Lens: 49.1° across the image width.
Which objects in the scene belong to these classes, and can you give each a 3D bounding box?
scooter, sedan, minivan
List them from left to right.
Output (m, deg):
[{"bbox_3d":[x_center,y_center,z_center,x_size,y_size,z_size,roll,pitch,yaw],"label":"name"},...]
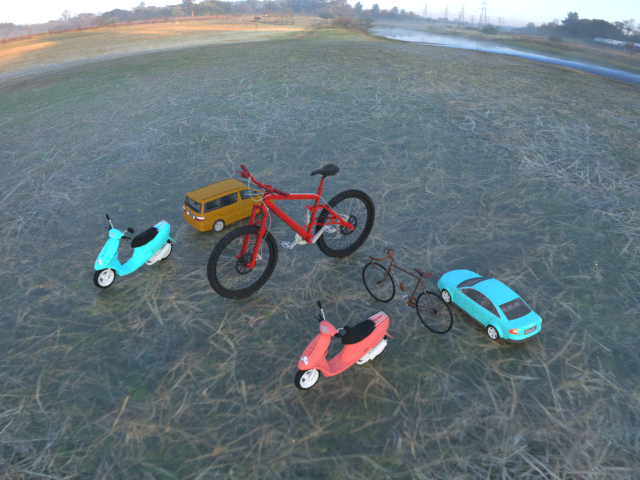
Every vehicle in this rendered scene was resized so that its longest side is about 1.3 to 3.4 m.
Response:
[{"bbox_3d":[-2.678,0.073,10.041,0.662,0.919,1.399,25,39,35],"label":"scooter"},{"bbox_3d":[-1.477,-0.648,11.554,1.548,0.616,0.681,-24,38,-34],"label":"minivan"},{"bbox_3d":[0.289,1.178,8.178,1.399,0.919,0.662,-19,36,-29],"label":"scooter"},{"bbox_3d":[2.210,0.785,9.267,0.635,0.483,1.613,-17,35,-26],"label":"sedan"}]

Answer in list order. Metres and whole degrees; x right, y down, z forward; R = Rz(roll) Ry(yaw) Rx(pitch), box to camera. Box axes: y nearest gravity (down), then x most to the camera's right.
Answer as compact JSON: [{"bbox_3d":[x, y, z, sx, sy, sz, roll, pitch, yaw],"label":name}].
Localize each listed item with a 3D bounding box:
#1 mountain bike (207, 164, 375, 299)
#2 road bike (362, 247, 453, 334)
[{"bbox_3d":[-0.332,-0.226,9.792,2.857,1.688,1.114,-21,37,-31],"label":"mountain bike"},{"bbox_3d":[1.125,0.643,9.146,0.358,0.852,1.545,-26,39,-37],"label":"road bike"}]
